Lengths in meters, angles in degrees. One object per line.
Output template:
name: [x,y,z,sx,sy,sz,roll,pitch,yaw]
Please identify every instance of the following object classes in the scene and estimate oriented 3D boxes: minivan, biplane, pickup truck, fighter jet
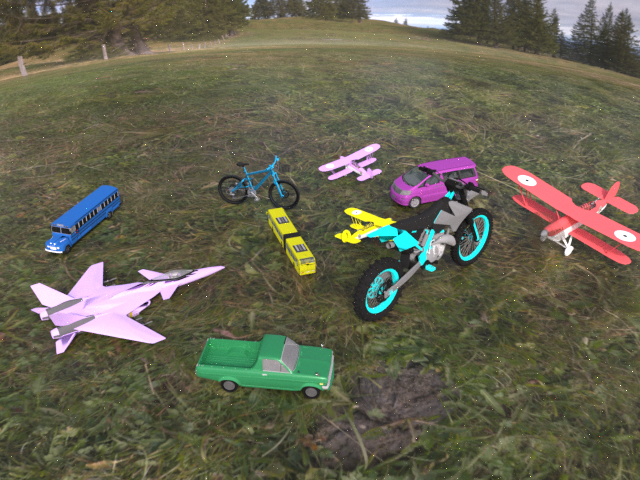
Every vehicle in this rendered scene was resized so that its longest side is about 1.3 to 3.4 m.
minivan: [2.014,-1.036,12.375,1.548,0.616,0.681,-10,32,-17]
biplane: [0.646,-1.350,13.026,1.336,0.504,1.090,-18,34,-28]
pickup truck: [-0.632,1.426,8.230,1.603,0.511,0.640,4,30,6]
biplane: [0.743,-0.162,10.977,1.090,0.504,1.336,-23,37,-34]
biplane: [4.076,-0.372,10.864,2.120,0.981,2.598,-23,37,-34]
fighter jet: [-2.480,0.628,9.561,2.640,0.557,2.229,-19,35,-30]

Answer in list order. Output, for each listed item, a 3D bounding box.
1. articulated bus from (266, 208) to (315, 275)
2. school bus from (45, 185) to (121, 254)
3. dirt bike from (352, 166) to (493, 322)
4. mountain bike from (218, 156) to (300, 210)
articulated bus: [-0.462,-0.006,10.923,0.311,0.289,1.749,-10,32,-16]
school bus: [-3.844,-0.341,11.356,0.365,0.434,1.708,9,31,15]
dirt bike: [1.506,-0.023,9.579,2.903,1.666,1.024,-25,38,-36]
mountain bike: [-1.060,-0.956,11.985,1.469,0.868,0.573,6,31,11]
